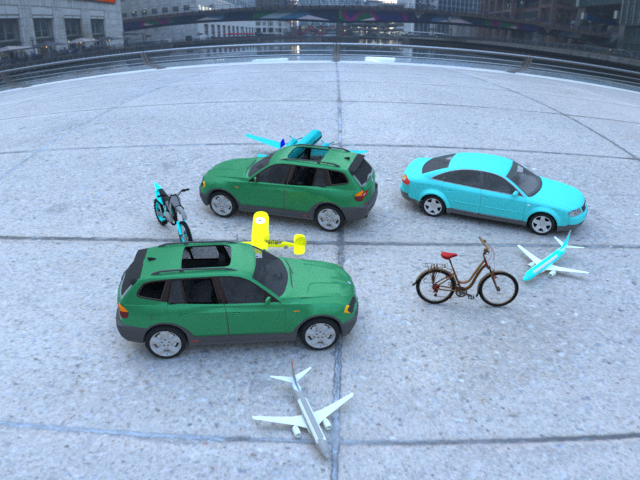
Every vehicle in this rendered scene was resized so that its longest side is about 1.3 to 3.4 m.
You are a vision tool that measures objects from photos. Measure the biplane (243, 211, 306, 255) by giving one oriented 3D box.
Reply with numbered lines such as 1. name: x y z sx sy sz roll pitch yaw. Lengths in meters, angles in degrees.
1. biplane: -0.750 0.089 10.576 1.090 0.504 1.336 -1 29 -1

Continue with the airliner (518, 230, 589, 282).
1. airliner: 3.380 0.245 10.368 1.307 0.429 1.161 -26 38 -38

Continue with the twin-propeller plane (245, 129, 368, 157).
1. twin-propeller plane: -0.379 -1.923 13.946 2.663 0.792 2.129 11 30 19

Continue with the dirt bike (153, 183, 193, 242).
1. dirt bike: -2.363 -0.441 11.175 0.527 0.857 1.493 -17 33 -28

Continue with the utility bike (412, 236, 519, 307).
1. utility bike: 1.975 0.443 9.470 1.435 0.946 0.535 2 29 4

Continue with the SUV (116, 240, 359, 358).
1. SUV: -1.037 0.653 8.898 3.058 1.128 1.276 -2 29 -4

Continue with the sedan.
1. sedan: 2.942 -0.902 11.929 3.137 0.940 1.235 11 31 19

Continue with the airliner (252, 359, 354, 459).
1. airliner: -0.129 1.803 7.528 1.161 0.429 1.307 -9 30 -17

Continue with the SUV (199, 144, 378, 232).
1. SUV: -0.542 -1.012 11.934 3.058 1.128 1.276 8 30 14
